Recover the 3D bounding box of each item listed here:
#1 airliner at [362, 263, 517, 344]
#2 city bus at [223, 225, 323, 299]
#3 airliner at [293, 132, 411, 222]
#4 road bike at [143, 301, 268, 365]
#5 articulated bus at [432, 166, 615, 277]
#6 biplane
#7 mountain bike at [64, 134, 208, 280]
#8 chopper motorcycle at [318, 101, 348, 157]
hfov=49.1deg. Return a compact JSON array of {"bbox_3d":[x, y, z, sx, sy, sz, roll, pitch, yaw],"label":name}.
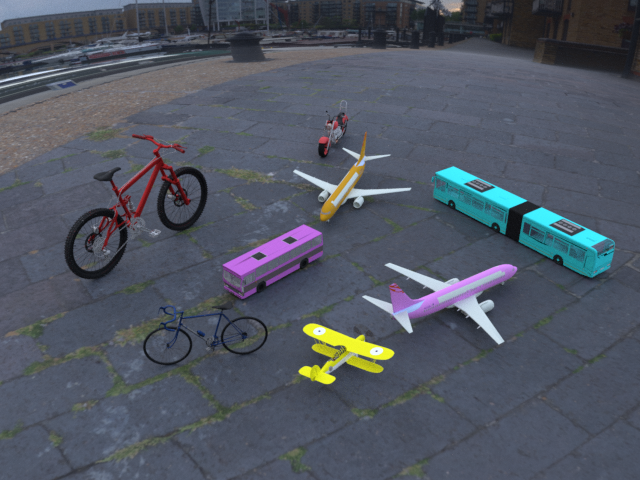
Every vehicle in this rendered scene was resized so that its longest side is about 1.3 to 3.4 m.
[{"bbox_3d":[1.878,0.584,9.654,2.541,0.835,2.257,-19,36,-29],"label":"airliner"},{"bbox_3d":[-0.677,0.319,10.475,0.476,0.460,1.674,26,39,37],"label":"city bus"},{"bbox_3d":[0.470,-1.134,12.578,2.257,0.835,2.541,11,32,17],"label":"airliner"},{"bbox_3d":[-1.417,1.149,8.677,1.545,0.852,0.358,-6,31,-11],"label":"road bike"},{"bbox_3d":[3.212,-0.382,11.568,0.605,0.561,3.401,-20,36,-31],"label":"articulated bus"},{"bbox_3d":[0.223,1.424,8.551,1.336,0.504,1.090,23,37,33],"label":"biplane"},{"bbox_3d":[-2.763,-0.567,10.772,1.114,1.688,2.857,20,36,30],"label":"mountain bike"},{"bbox_3d":[0.279,-2.344,14.708,0.466,0.761,1.563,10,32,17],"label":"chopper motorcycle"}]
